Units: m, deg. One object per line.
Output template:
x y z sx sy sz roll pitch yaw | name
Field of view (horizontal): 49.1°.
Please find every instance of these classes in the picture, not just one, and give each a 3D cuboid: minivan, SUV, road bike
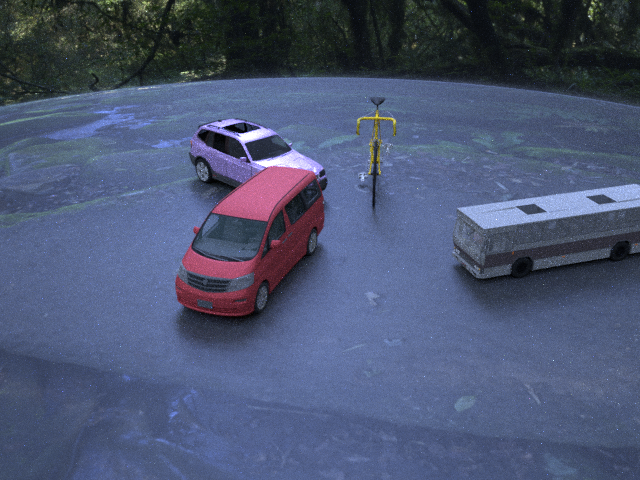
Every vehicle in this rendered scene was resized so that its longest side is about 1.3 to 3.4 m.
-0.931 -0.064 10.081 1.324 1.197 3.011 9 27 19 | minivan
-1.227 -1.532 13.241 3.058 1.128 1.276 23 34 40 | SUV
1.053 -1.792 13.173 0.696 1.656 3.004 2 26 5 | road bike

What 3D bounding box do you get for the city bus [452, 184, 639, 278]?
3.642 -0.127 10.565 3.255 0.894 0.926 -8 27 -16 | city bus
